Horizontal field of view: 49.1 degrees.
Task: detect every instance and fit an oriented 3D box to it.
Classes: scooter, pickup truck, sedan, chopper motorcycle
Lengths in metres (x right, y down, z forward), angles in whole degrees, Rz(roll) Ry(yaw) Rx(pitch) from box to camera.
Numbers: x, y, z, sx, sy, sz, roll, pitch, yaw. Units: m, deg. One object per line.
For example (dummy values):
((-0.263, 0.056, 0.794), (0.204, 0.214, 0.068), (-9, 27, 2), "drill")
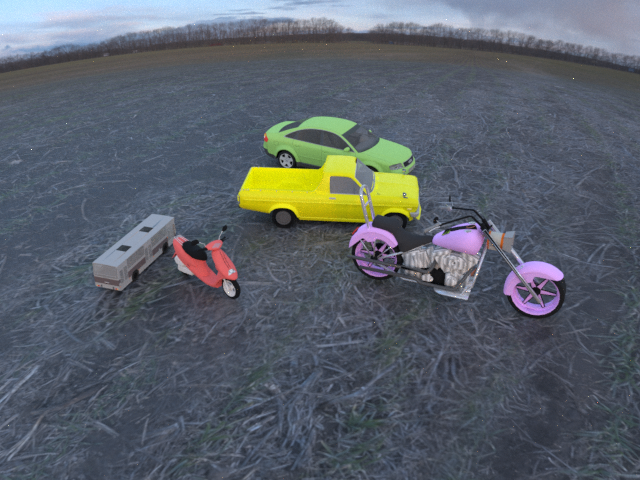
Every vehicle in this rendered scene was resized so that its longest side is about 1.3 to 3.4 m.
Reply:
((-1.653, 0.253, 10.009), (1.399, 0.919, 0.662), (22, 35, 35), "scooter")
((0.187, -0.872, 12.012), (3.117, 0.993, 1.244), (3, 29, 5), "pickup truck")
((0.367, -1.872, 13.918), (3.137, 0.940, 1.235), (14, 31, 23), "sedan")
((1.847, 0.146, 9.618), (3.040, 1.480, 0.906), (11, 30, 20), "chopper motorcycle")

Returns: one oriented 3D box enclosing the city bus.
((-2.771, 0.178, 10.631), (0.476, 0.460, 1.674), (9, 30, 16), "city bus")
